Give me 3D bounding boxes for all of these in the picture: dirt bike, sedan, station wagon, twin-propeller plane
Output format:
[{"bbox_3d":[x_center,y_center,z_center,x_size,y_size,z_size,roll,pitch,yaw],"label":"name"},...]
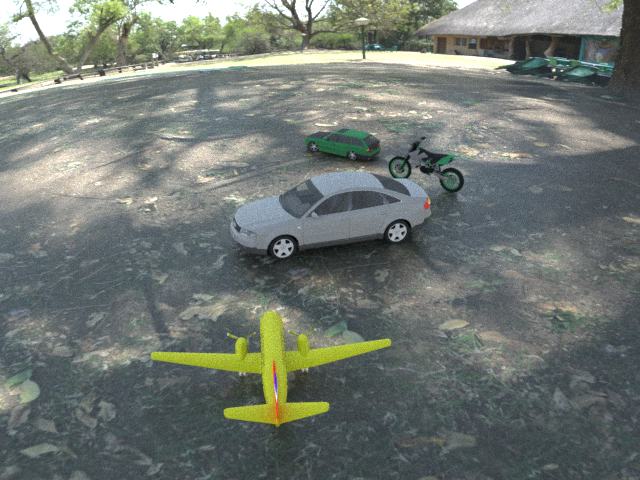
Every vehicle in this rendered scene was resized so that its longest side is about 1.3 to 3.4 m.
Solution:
[{"bbox_3d":[1.907,-1.364,12.616,1.493,0.857,0.527,16,31,29],"label":"dirt bike"},{"bbox_3d":[0.176,-0.486,10.802,3.137,0.940,1.235,-8,28,-15],"label":"sedan"},{"bbox_3d":[0.444,-2.022,14.330,1.597,0.473,0.682,16,31,29],"label":"station wagon"},{"bbox_3d":[-0.505,1.239,7.579,2.663,0.792,2.129,-3,27,-5],"label":"twin-propeller plane"}]
